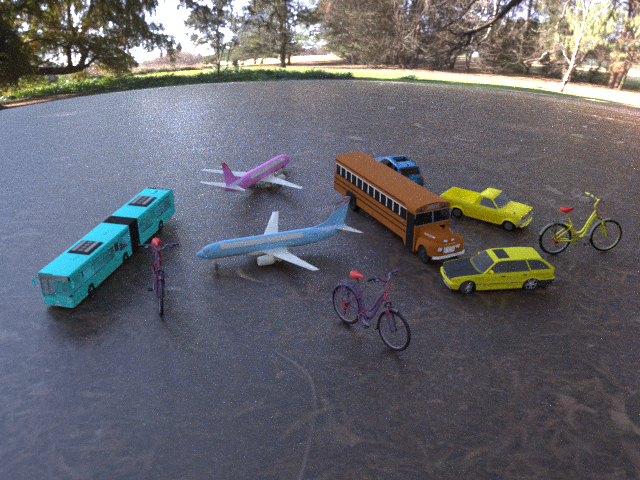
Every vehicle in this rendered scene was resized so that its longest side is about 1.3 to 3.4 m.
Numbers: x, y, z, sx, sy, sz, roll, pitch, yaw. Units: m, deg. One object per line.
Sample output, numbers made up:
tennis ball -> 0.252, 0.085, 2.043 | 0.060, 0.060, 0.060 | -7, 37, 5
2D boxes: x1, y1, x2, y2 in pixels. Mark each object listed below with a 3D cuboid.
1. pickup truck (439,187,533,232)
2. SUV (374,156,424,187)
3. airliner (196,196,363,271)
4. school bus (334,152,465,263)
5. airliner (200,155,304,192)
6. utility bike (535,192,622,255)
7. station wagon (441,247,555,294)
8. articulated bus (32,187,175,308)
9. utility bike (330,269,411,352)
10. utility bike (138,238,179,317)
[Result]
pickup truck -> 2.900, -0.623, 12.268 | 1.603, 0.511, 0.640 | 18, 31, 33
SUV -> 1.508, -1.390, 13.800 | 0.656, 0.580, 1.572 | -7, 26, -15
airliner -> -0.680, -0.153, 10.904 | 2.541, 0.835, 2.257 | -8, 27, -16
school bus -> 1.272, -0.623, 11.880 | 0.709, 0.844, 3.322 | -12, 28, -23
airliner -> -1.209, -1.460, 13.650 | 2.257, 0.835, 2.541 | 12, 28, 24
utility bike -> 4.070, -0.252, 10.982 | 1.435, 0.946, 0.535 | -3, 26, -7
station wagon -> 2.561, 0.405, 10.152 | 1.597, 0.473, 0.682 | -3, 26, -6
articulated bus -> -3.191, 0.001, 10.899 | 0.605, 0.561, 3.401 | 6, 26, 12
utility bike -> 0.653, 0.767, 8.841 | 0.535, 0.946, 1.435 | -21, 32, -37
utility bike -> -2.193, 0.382, 9.649 | 0.535, 0.946, 1.435 | -7, 26, -14
